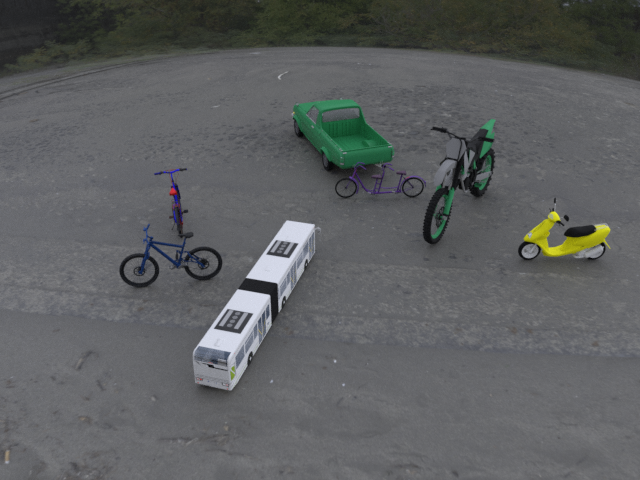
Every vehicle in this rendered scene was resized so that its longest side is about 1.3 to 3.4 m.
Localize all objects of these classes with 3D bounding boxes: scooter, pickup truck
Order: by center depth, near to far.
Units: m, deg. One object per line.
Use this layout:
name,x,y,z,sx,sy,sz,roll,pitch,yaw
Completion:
scooter,3.751,-0.098,10.640,1.399,0.919,0.662,0,30,0
pickup truck,0.393,-2.272,14.291,1.244,0.993,3.117,-10,32,-17

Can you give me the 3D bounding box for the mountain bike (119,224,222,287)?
mountain bike,-2.155,0.256,10.085,1.469,0.868,0.573,-6,31,-10

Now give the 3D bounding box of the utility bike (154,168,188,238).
utility bike,-2.424,-0.664,11.584,0.535,0.946,1.435,-6,31,-10

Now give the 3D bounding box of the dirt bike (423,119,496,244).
dirt bike,2.405,-1.117,11.644,1.024,1.666,2.903,17,34,27

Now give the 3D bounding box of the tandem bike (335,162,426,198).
tandem bike,1.090,-1.061,12.526,1.642,0.682,0.283,-1,30,-2

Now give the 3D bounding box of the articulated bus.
articulated bus,-0.770,0.739,9.562,0.605,0.561,3.401,9,31,14
